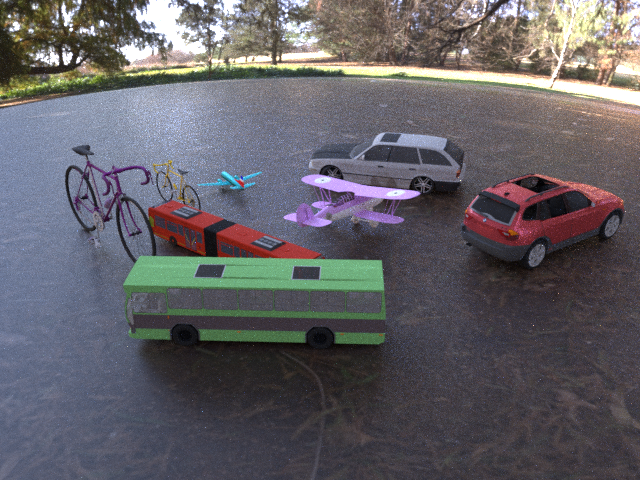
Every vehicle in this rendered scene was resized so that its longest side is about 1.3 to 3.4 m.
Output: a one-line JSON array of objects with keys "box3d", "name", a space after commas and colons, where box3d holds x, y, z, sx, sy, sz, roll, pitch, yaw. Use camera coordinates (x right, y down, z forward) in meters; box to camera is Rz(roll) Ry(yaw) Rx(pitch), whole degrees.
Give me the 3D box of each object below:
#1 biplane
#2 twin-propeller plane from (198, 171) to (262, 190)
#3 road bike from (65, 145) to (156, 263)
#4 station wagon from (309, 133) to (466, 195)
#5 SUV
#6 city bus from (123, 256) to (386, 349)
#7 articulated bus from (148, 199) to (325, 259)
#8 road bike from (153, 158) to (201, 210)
[{"box3d": [0.387, -0.567, 11.750, 2.120, 0.981, 2.598, -22, 34, -38], "name": "biplane"}, {"box3d": [-1.713, -1.204, 13.708, 1.370, 0.407, 1.095, -15, 30, -27], "name": "twin-propeller plane"}, {"box3d": [-3.408, -0.621, 11.091, 0.697, 1.656, 3.004, -22, 33, -37], "name": "road bike"}, {"box3d": [1.327, -1.620, 13.974, 3.105, 0.920, 1.327, 7, 27, 14], "name": "station wagon"}, {"box3d": [3.696, -0.489, 11.422, 3.058, 1.128, 1.276, -17, 31, -31], "name": "SUV"}, {"box3d": [-0.797, 0.802, 9.046, 3.255, 0.894, 0.926, 1, 26, 2], "name": "city bus"}, {"box3d": [-1.404, 0.059, 10.948, 3.401, 0.561, 0.605, 19, 32, 34], "name": "articulated bus"}, {"box3d": [-2.593, -0.954, 12.689, 0.358, 0.852, 1.545, -21, 33, -36], "name": "road bike"}]
